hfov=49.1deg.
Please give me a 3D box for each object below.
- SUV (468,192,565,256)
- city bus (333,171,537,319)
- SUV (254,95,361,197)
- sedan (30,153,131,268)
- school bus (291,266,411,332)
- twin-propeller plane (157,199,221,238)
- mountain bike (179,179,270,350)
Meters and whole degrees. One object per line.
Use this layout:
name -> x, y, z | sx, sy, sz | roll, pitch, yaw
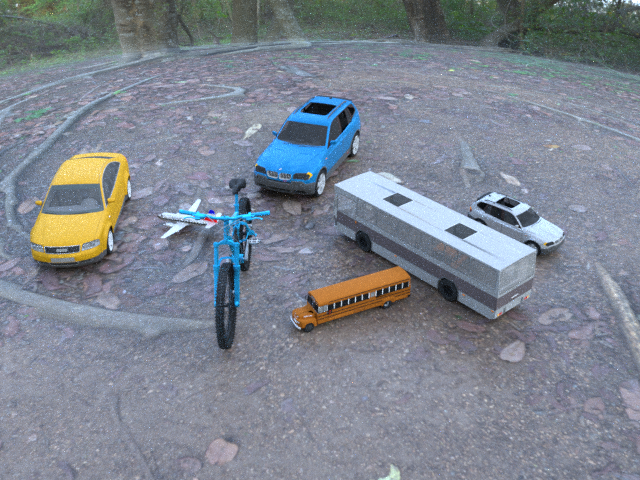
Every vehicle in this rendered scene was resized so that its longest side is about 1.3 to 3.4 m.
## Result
SUV -> 3.113, -0.290, 11.132 | 0.656, 0.580, 1.572 | -26, 40, -37
city bus -> 1.548, 0.013, 10.319 | 0.926, 0.894, 3.255 | -23, 38, -33
SUV -> -0.167, -1.854, 13.220 | 1.276, 1.128, 3.058 | 11, 33, 18
sedan -> -3.862, -0.662, 11.406 | 1.235, 0.940, 3.137 | -2, 31, -4
school bus -> 0.418, 0.789, 9.466 | 1.708, 0.434, 0.365 | -14, 34, -22
twin-propeller plane -> -2.177, -0.375, 11.444 | 1.095, 0.407, 1.370 | 9, 32, 14
mountain bike -> -1.147, 0.111, 9.380 | 1.114, 1.688, 2.857 | 1, 31, 1
